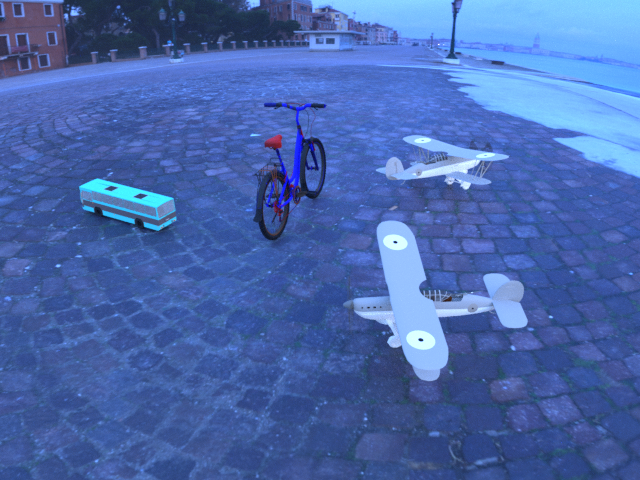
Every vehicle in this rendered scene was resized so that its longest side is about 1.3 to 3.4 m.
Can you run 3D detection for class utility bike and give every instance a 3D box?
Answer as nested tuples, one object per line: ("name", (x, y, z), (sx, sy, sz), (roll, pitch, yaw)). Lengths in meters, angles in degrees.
("utility bike", (-0.520, -1.214, 11.067), (1.039, 1.839, 2.791), (10, 29, 18))

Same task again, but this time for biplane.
("biplane", (1.327, 0.767, 8.155), (2.120, 0.981, 2.598), (-2, 27, -3))
("biplane", (2.010, -1.299, 12.171), (2.120, 0.981, 2.598), (-14, 30, -25))

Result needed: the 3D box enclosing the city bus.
("city bus", (-3.113, -0.562, 11.307), (1.674, 0.460, 0.476), (15, 31, 26))
